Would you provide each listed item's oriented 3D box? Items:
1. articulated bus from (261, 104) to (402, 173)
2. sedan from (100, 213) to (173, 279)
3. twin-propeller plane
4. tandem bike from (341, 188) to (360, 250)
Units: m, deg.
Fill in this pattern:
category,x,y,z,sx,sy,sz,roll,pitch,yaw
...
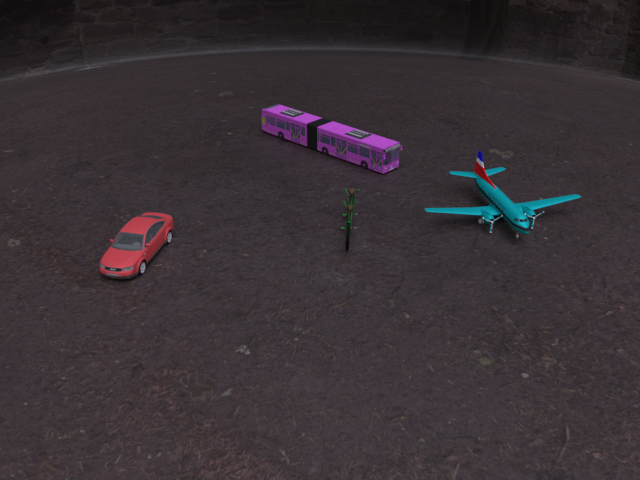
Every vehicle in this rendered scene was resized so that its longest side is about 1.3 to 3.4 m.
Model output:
category,x,y,z,sx,sy,sz,roll,pitch,yaw
articulated bus,0.141,-2.067,14.005,3.401,0.561,0.605,25,37,37
sedan,-2.695,0.018,10.337,0.635,0.483,1.613,6,30,11
twin-propeller plane,2.919,-0.740,11.382,2.663,0.792,2.129,-6,30,-10
tandem bike,0.478,-0.465,11.001,0.283,0.682,1.642,3,29,4
